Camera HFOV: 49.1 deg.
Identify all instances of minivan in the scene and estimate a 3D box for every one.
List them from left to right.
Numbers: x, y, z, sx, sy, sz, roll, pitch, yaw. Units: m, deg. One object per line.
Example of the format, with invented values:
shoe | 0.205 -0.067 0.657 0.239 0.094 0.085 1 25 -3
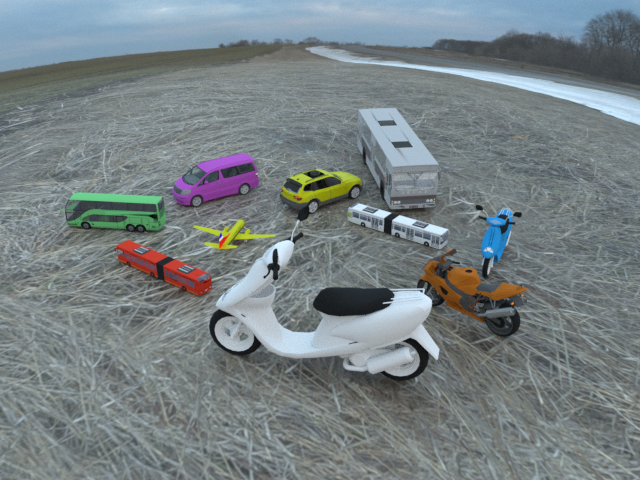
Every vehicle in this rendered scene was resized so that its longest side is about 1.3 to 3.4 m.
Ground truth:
minivan | -1.878 -1.085 12.523 1.548 0.616 0.681 -17 32 -29

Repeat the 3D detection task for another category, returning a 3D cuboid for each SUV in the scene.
SUV | 0.040 -0.948 12.298 1.572 0.580 0.656 -21 34 -34

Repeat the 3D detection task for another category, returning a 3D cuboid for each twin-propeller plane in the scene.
twin-propeller plane | -1.373 -0.126 10.911 1.370 0.407 1.095 7 28 12

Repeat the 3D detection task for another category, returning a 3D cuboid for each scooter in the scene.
scooter | -0.002 0.697 7.844 2.721 1.786 1.288 7 28 12
scooter | 2.615 -0.110 10.326 0.662 0.919 1.399 12 30 22

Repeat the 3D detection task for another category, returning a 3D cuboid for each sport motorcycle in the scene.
sport motorcycle | 1.897 0.672 8.935 1.520 0.821 0.506 22 35 35

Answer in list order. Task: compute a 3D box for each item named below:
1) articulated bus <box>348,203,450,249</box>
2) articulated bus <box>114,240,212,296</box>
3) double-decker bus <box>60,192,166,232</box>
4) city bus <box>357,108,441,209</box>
articulated bus | 1.236 -0.234 11.246 1.749 0.289 0.311 18 33 31
articulated bus | -2.267 0.385 10.059 1.749 0.289 0.311 19 33 32
double-decker bus | -3.360 -0.459 11.404 1.672 0.541 0.389 3 28 6
city bus | 1.376 -1.572 13.154 0.926 0.894 3.255 -3 28 -7
